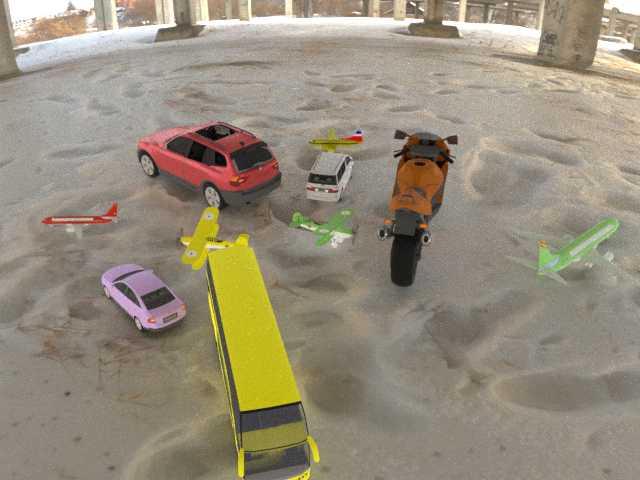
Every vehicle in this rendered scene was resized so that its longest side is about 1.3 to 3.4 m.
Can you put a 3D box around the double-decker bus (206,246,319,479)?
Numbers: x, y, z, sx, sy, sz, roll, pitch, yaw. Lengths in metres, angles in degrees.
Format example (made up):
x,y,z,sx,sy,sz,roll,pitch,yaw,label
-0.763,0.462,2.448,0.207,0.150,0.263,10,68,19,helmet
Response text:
x,y,z,sx,sy,sz,roll,pitch,yaw,label
-0.764,1.313,7.822,0.756,1.052,3.251,-7,32,-12,double-decker bus

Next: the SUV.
x,y,z,sx,sy,sz,roll,pitch,yaw,label
-2.037,-1.520,12.476,3.058,1.128,1.276,26,39,36,SUV

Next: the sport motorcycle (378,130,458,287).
x,y,z,sx,sy,sz,roll,pitch,yaw,label
1.438,-0.572,10.439,0.983,1.596,2.955,7,32,12,sport motorcycle

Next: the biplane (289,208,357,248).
x,y,z,sx,sy,sz,roll,pitch,yaw,label
0.078,-0.199,10.879,1.090,0.504,1.336,13,33,20,biplane

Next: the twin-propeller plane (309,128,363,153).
x,y,z,sx,sy,sz,roll,pitch,yaw,label
0.314,-1.999,13.977,1.095,0.407,1.370,1,31,2,twin-propeller plane

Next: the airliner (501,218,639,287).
x,y,z,sx,sy,sz,roll,pitch,yaw,label
3.831,-0.046,10.301,2.541,0.835,2.257,-26,40,-36,airliner

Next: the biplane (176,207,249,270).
x,y,z,sx,sy,sz,roll,pitch,yaw,label
-1.610,0.052,10.460,1.090,0.504,1.336,5,31,8,biplane

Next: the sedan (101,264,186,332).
x,y,z,sx,sy,sz,roll,pitch,yaw,label
-2.409,0.689,9.417,0.635,0.483,1.613,-24,38,-34,sedan

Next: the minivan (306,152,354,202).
x,y,z,sx,sy,sz,roll,pitch,yaw,label
0.201,-1.219,12.473,0.681,0.616,1.548,7,32,11,minivan

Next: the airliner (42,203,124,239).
x,y,z,sx,sy,sz,roll,pitch,yaw,label
-3.862,-0.402,11.290,1.307,0.429,1.161,0,31,0,airliner
